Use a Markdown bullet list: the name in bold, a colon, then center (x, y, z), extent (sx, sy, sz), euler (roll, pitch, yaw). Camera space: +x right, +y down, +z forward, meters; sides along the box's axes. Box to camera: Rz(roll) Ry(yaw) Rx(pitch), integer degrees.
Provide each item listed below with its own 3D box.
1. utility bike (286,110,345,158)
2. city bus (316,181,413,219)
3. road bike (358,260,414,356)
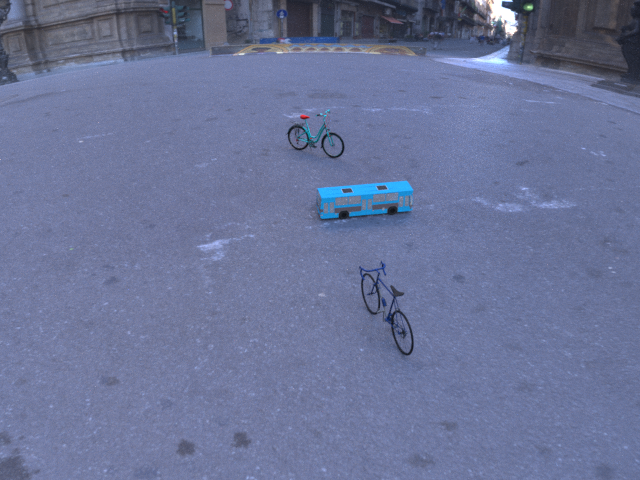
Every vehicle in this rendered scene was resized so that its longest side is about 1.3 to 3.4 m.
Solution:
- **utility bike**: center (-0.088, -2.277, 14.666), extent (1.435, 0.946, 0.535), euler (16, 34, 26)
- **city bus**: center (0.793, -0.695, 12.414), extent (1.674, 0.460, 0.476), euler (-5, 30, -9)
- **road bike**: center (0.881, 0.863, 9.328), extent (0.358, 0.852, 1.545), euler (-11, 32, -19)
